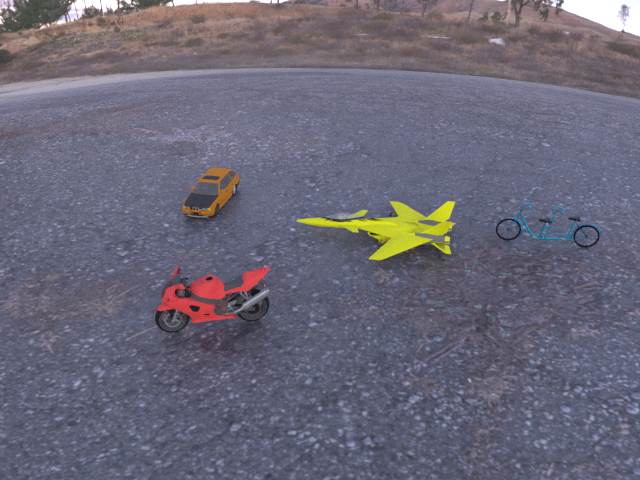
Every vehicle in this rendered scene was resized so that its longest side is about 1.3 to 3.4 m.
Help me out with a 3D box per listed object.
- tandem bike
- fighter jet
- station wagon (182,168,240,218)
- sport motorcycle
[{"bbox_3d":[3.661,-0.236,11.164,1.642,0.682,0.283,5,27,10],"label":"tandem bike"},{"bbox_3d":[0.879,-0.338,11.502,2.640,0.557,2.229,6,28,12],"label":"fighter jet"},{"bbox_3d":[-1.973,-0.901,12.703,0.682,0.473,1.597,6,27,11],"label":"station wagon"},{"bbox_3d":[-1.377,0.759,9.051,1.520,0.821,0.506,-7,28,-14],"label":"sport motorcycle"}]
